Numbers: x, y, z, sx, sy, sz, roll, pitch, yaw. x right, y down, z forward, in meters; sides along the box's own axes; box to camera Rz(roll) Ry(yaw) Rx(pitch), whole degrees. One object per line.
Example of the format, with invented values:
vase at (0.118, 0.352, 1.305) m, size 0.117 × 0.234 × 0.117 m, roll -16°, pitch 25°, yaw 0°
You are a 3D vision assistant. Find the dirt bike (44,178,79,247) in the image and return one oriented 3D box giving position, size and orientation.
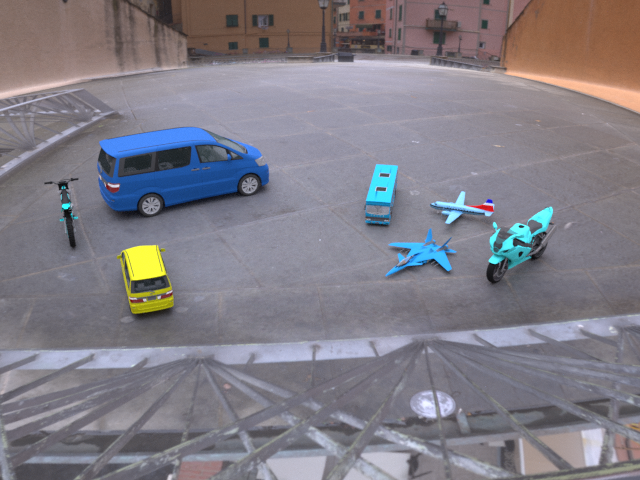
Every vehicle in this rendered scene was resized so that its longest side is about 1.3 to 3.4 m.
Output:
dirt bike at (-4.100, -0.517, 11.318) m, size 0.527 × 0.857 × 1.493 m, roll -10°, pitch 29°, yaw -18°

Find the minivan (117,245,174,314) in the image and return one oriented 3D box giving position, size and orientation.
minivan at (-2.448, 0.432, 9.781) m, size 0.681 × 0.616 × 1.548 m, roll -9°, pitch 29°, yaw -17°

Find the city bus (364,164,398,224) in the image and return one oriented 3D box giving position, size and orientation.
city bus at (1.093, -0.804, 12.286) m, size 0.476 × 0.460 × 1.674 m, roll 5°, pitch 28°, yaw 9°

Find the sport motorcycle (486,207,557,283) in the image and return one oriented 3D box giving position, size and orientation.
sport motorcycle at (2.931, 0.064, 10.257) m, size 1.520 × 0.821 × 0.506 m, roll -24°, pitch 36°, yaw -37°

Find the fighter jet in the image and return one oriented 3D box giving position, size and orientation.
fighter jet at (1.428, 0.223, 10.527) m, size 1.147 × 0.286 × 1.358 m, roll 25°, pitch 37°, yaw 39°

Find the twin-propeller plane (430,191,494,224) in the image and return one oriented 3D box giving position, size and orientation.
twin-propeller plane at (2.408, -0.577, 11.913) m, size 1.095 × 0.407 × 1.370 m, roll 10°, pitch 30°, yaw 19°

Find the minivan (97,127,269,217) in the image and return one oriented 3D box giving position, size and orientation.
minivan at (-2.395, -1.343, 12.517) m, size 3.011 × 1.197 × 1.324 m, roll -14°, pitch 31°, yaw -25°
